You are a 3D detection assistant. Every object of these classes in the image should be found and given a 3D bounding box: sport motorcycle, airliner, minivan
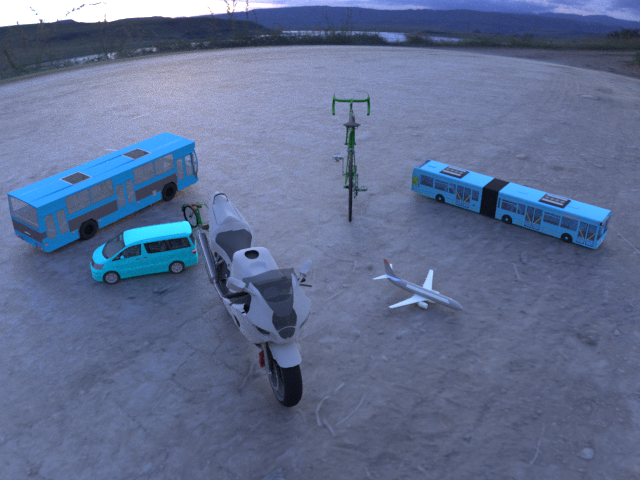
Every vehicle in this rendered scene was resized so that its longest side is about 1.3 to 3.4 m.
[{"bbox_3d":[-0.823,0.646,8.544,0.983,1.596,2.955,-12,32,-19],"label":"sport motorcycle"},{"bbox_3d":[1.408,0.637,9.716,1.307,0.429,1.161,20,36,31],"label":"airliner"},{"bbox_3d":[-2.607,0.163,10.343,1.548,0.616,0.681,-9,31,-15],"label":"minivan"}]

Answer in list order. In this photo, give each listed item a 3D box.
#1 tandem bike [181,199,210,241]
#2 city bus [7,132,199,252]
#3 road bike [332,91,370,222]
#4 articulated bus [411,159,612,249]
[{"bbox_3d":[-1.700,-0.306,11.080,1.642,0.682,0.283,26,39,37],"label":"tandem bike"},{"bbox_3d":[-3.506,-0.850,11.802,0.926,0.894,3.255,21,36,32],"label":"city bus"},{"bbox_3d":[0.537,-1.555,12.255,0.696,1.656,3.004,1,30,2],"label":"road bike"},{"bbox_3d":[3.123,-0.653,11.795,3.401,0.561,0.605,21,36,32],"label":"articulated bus"}]
